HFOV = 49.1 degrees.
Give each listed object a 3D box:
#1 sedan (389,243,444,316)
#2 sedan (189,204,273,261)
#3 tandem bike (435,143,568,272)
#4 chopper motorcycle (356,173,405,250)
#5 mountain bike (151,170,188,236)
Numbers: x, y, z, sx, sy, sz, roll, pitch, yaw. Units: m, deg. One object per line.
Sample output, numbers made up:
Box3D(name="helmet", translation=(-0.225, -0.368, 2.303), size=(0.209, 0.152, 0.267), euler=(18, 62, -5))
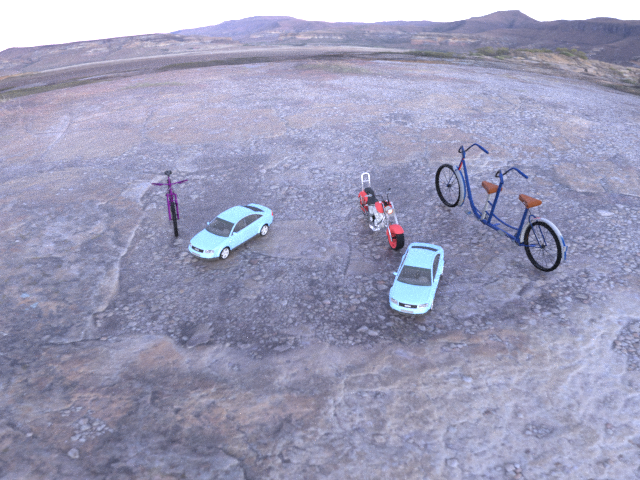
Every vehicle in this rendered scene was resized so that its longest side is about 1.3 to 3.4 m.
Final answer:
Box3D(name="sedan", translation=(1.393, 0.491, 9.952), size=(0.635, 0.483, 1.613), euler=(8, 31, 15))
Box3D(name="sedan", translation=(-1.407, -0.186, 11.148), size=(0.635, 0.483, 1.613), euler=(20, 35, 31))
Box3D(name="tandem bike", translation=(2.776, -0.642, 11.098), size=(0.550, 1.326, 3.192), euler=(-14, 32, -23))
Box3D(name="chopper motorcycle", translation=(0.991, -0.478, 11.381), size=(0.466, 0.761, 1.563), euler=(-10, 31, -17))
Box3D(name="mountain bike", translation=(-2.471, -0.686, 11.641), size=(0.573, 0.868, 1.469), euler=(-7, 30, -12))
